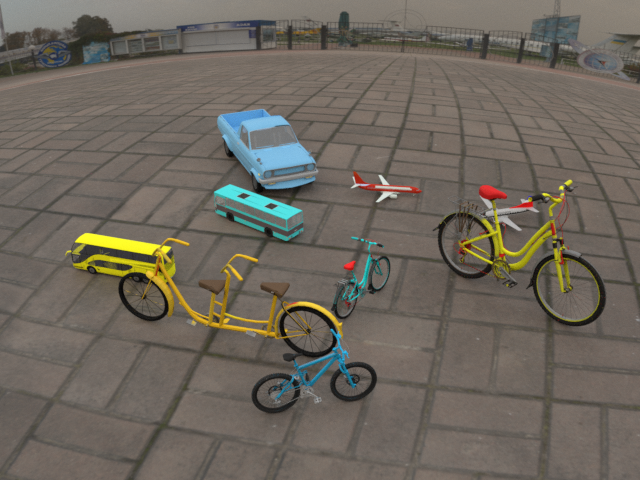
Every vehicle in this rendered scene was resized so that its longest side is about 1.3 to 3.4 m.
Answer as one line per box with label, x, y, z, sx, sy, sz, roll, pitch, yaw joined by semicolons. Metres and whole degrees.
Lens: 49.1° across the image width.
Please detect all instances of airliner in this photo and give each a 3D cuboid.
airliner;1.234;-1.038;12.935;1.307;0.429;1.161;3;30;6

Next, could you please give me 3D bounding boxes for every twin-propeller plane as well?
twin-propeller plane;3.186;-0.519;12.050;1.095;0.407;1.370;-8;31;-14

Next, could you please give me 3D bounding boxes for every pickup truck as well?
pickup truck;-1.118;-1.953;13.966;1.244;0.993;3.117;-12;32;-20

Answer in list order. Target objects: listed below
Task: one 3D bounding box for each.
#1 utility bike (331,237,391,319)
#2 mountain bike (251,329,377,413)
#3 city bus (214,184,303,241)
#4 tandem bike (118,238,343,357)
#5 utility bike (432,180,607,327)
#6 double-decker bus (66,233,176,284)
utility bike;0.551;0.474;9.773;0.535;0.946;1.435;21;36;32
mountain bike;-0.054;1.560;7.954;1.469;0.868;0.573;-6;30;-11
city bus;-1.059;-0.460;11.894;1.674;0.460;0.476;21;36;32
tandem bike;-1.228;0.730;8.942;3.192;1.326;0.550;10;31;16
utility bike;2.783;-0.032;9.758;1.039;1.839;2.791;-25;38;-37
double-decker bus;-2.995;0.271;10.535;1.672;0.541;0.389;9;31;15
